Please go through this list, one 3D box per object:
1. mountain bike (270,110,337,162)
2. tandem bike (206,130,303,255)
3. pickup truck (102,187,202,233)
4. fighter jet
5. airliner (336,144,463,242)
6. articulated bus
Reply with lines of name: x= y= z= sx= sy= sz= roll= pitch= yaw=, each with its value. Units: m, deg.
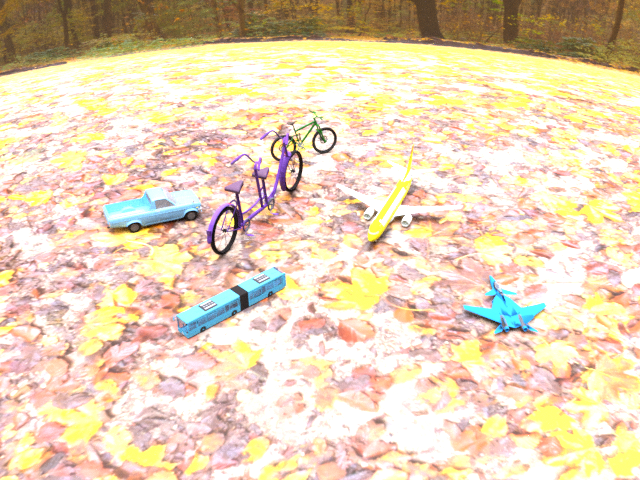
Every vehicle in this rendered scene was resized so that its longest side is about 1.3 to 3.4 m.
mountain bike: x=-0.313 y=-2.046 z=13.936 sx=1.469 sy=0.868 sz=0.573 roll=-15 pitch=34 yaw=-23
tandem bike: x=-1.007 y=-0.913 z=11.598 sx=0.550 sy=1.326 sz=3.192 roll=13 pitch=33 yaw=21
pickup truck: x=-2.820 y=-0.558 z=11.799 sx=1.603 sy=0.511 sz=0.640 roll=-13 pitch=33 yaw=-21
fighter jet: x=2.554 y=0.798 z=9.752 sx=1.147 sy=0.286 sz=1.358 roll=-2 pitch=31 yaw=-3
airliner: x=1.248 y=-0.796 z=11.881 sx=2.257 sy=0.835 sz=2.541 roll=11 pitch=33 yaw=18
articulated bus: x=-1.200 y=0.840 z=9.680 sx=1.749 sy=0.289 sz=0.311 roll=-26 pitch=40 yaw=-36
